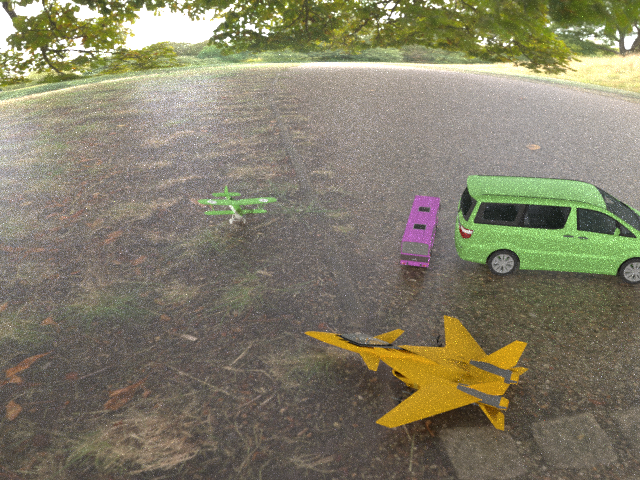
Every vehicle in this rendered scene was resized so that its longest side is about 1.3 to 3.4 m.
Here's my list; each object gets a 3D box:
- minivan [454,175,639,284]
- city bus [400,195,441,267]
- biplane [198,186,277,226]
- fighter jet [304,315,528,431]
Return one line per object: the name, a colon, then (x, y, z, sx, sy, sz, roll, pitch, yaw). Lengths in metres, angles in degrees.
minivan: (3.525, -0.211, 10.230, 3.011, 1.197, 1.324, 3, 28, 7)
city bus: (1.574, -0.141, 10.889, 0.476, 0.460, 1.674, 7, 28, 12)
biplane: (-1.411, -0.588, 11.689, 1.336, 0.504, 1.090, -12, 30, -21)
fighter jet: (0.980, 1.279, 8.089, 2.640, 0.557, 2.229, 14, 31, 24)
